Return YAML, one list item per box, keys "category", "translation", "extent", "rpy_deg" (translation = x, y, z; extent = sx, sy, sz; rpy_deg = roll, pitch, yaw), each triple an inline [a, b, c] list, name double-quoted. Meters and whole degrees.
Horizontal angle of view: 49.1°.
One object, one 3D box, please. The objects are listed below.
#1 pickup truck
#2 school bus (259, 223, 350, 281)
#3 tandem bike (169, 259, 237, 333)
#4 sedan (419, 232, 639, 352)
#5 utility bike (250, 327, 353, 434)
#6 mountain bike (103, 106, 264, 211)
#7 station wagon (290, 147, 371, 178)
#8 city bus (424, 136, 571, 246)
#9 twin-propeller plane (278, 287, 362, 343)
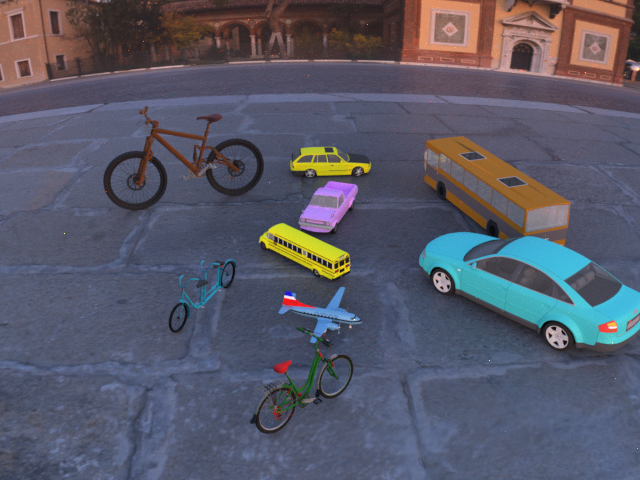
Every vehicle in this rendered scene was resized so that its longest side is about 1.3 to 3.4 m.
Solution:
- category: "pickup truck"
  translation: [0.165, -0.630, 12.018]
  extent: [0.640, 0.511, 1.603]
  rpy_deg: [9, 29, 17]
- category: "school bus"
  translation: [-0.279, 0.143, 10.619]
  extent: [1.708, 0.434, 0.365]
  rpy_deg: [25, 36, 39]
- category: "tandem bike"
  translation: [-1.560, 0.617, 9.442]
  extent: [0.283, 0.682, 1.642]
  rpy_deg: [12, 30, 22]
- category: "sedan"
  translation: [2.743, 0.481, 9.424]
  extent: [1.235, 0.940, 3.137]
  rpy_deg: [-24, 36, -37]
- category: "utility bike"
  translation: [-0.204, 1.466, 7.529]
  extent: [1.435, 0.946, 0.535]
  rpy_deg: [-22, 35, -35]
- category: "mountain bike"
  translation: [-2.373, -1.439, 12.297]
  extent: [2.857, 1.688, 1.114]
  rpy_deg: [-10, 29, -19]
- category: "station wagon"
  translation: [0.212, -1.566, 13.853]
  extent: [1.597, 0.473, 0.682]
  rpy_deg: [-2, 28, -3]
- category: "city bus"
  translation: [2.873, -0.811, 11.951]
  extent: [0.926, 0.894, 3.255]
  rpy_deg: [-9, 29, -17]
- category: "twin-propeller plane"
  translation: [0.022, 0.917, 9.163]
  extent: [1.095, 0.407, 1.370]
  rpy_deg: [8, 29, 15]
